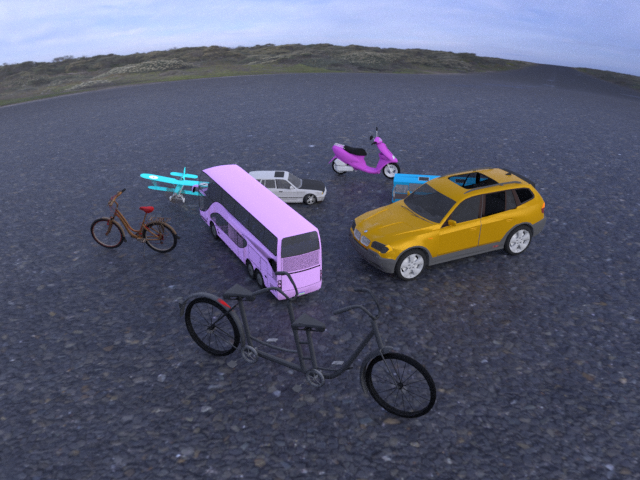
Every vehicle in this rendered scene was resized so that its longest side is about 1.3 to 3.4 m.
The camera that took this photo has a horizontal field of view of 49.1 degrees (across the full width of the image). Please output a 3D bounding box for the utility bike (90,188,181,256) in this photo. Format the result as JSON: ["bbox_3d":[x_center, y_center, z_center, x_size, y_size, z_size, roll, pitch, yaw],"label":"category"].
[{"bbox_3d":[-2.808,-0.226,10.467,1.435,0.946,0.535,4,26,9],"label":"utility bike"}]

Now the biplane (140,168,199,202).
[{"bbox_3d":[-2.482,-0.993,12.536,1.336,0.504,1.090,0,26,-1],"label":"biplane"}]

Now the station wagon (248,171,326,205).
[{"bbox_3d":[-0.683,-0.956,12.495,1.597,0.473,0.682,0,26,1],"label":"station wagon"}]

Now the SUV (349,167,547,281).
[{"bbox_3d":[1.937,-0.342,10.496,3.058,1.128,1.276,-11,28,-22],"label":"SUV"}]

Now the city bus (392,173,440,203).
[{"bbox_3d":[2.115,-0.839,12.271,1.674,0.460,0.476,4,26,8],"label":"city bus"}]

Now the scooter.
[{"bbox_3d":[0.858,-1.653,13.413,1.399,0.919,0.662,6,27,13],"label":"scooter"}]

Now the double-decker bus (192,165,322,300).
[{"bbox_3d":[-1.001,-0.239,10.371,0.756,1.052,3.251,-13,29,-25],"label":"double-decker bus"}]

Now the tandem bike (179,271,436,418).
[{"bbox_3d":[-0.249,0.996,7.537,3.192,1.326,0.550,13,29,25],"label":"tandem bike"}]
